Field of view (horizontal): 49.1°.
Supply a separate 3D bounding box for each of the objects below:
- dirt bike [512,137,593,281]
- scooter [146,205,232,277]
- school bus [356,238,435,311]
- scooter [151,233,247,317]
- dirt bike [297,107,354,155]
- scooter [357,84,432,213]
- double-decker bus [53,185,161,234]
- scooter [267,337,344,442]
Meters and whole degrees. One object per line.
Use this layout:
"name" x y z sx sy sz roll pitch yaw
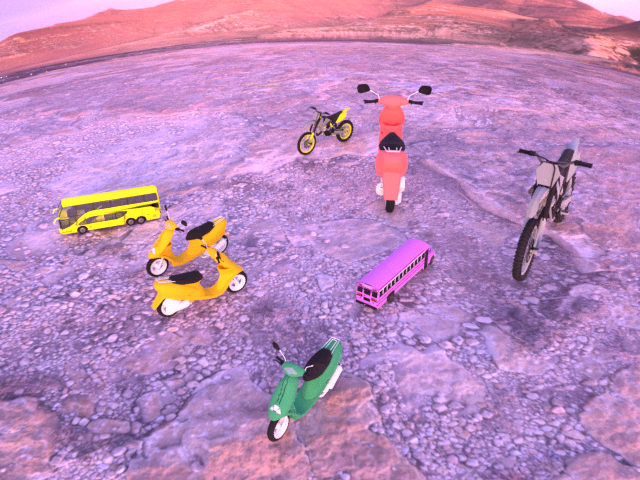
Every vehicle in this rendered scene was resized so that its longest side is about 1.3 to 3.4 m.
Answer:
"dirt bike" 3.446 -0.607 10.434 1.024 1.666 2.903 17 35 26
"scooter" -1.921 -0.038 10.209 1.399 0.919 0.662 -21 37 -31
"school bus" 1.116 0.422 9.910 0.365 0.434 1.708 20 36 30
"scooter" -1.602 0.481 9.336 1.399 0.919 0.662 -19 36 -29
"dirt bike" 0.127 -2.228 13.951 1.493 0.857 0.527 -24 38 -35
"scooter" 1.256 -1.739 12.221 1.288 1.786 2.721 2 31 4
"double-decker bus" -3.438 -0.485 11.330 1.672 0.541 0.389 -11 32 -17
"scooter" -0.146 1.496 7.630 0.662 0.919 1.399 19 36 29
